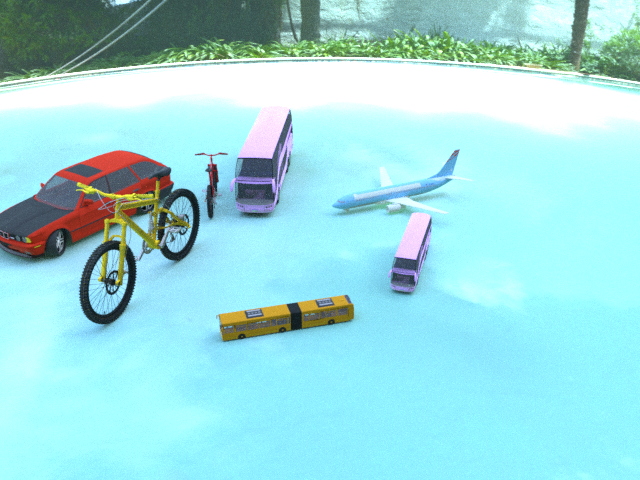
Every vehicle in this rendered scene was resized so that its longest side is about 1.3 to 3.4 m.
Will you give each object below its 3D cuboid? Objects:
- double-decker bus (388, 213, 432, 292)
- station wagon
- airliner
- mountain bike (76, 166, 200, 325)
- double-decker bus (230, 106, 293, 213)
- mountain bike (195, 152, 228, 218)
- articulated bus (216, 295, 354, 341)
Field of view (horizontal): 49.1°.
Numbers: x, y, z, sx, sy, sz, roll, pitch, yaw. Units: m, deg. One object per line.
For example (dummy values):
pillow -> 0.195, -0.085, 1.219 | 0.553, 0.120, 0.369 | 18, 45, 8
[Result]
double-decker bus -> 1.351, 0.173, 10.262 | 0.389, 0.541, 1.672 | 8, 28, 14
station wagon -> -3.884, -0.709, 11.544 | 1.327, 0.920, 3.105 | 17, 32, 30
airliner -> 1.372, -1.022, 12.238 | 2.541, 0.835, 2.257 | -12, 30, -21
mountain bike -> -2.403, -0.111, 9.568 | 1.114, 1.688, 2.857 | 9, 29, 18
double-decker bus -> -0.995, -1.533, 12.984 | 0.756, 1.052, 3.251 | 2, 28, 4
mountain bike -> -1.880, -1.001, 12.162 | 0.573, 0.868, 1.469 | -2, 28, -3
articulated bus -> -0.429, 0.990, 8.969 | 1.749, 0.289, 0.311 | -7, 28, -14
